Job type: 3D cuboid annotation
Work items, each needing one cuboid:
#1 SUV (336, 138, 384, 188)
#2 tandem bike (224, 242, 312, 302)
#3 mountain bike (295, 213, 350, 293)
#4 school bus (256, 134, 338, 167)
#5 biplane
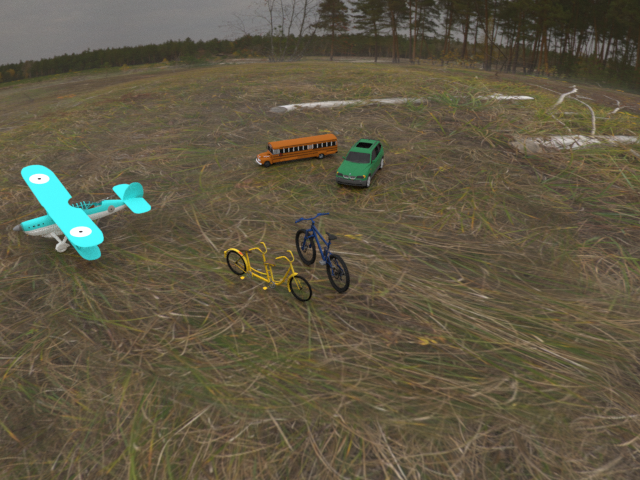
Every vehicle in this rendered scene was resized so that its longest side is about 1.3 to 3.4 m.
[{"bbox_3d":[0.802,-1.529,13.653,0.656,0.580,1.572,9,29,17],"label":"SUV"},{"bbox_3d":[-0.765,0.376,9.959,1.642,0.682,0.283,19,34,32],"label":"tandem bike"},{"bbox_3d":[0.020,0.151,10.183,0.573,0.868,1.469,-16,32,-27],"label":"mountain bike"},{"bbox_3d":[-0.479,-1.851,14.416,1.708,0.434,0.365,-11,30,-20],"label":"school bus"},{"bbox_3d":[-3.769,-0.412,11.124,2.120,0.981,2.598,-20,34,-32],"label":"biplane"}]
